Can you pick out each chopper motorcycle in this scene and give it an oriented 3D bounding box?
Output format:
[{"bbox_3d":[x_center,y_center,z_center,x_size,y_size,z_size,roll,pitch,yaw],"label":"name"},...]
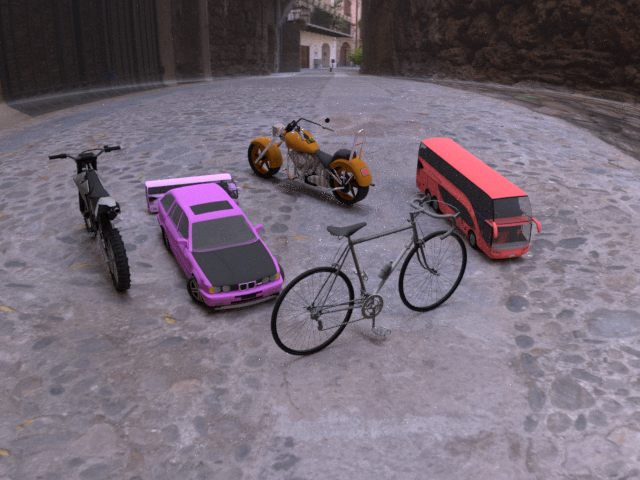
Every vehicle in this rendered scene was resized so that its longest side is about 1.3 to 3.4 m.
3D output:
[{"bbox_3d":[-0.268,-1.607,12.975,3.040,1.480,0.906,22,34,38],"label":"chopper motorcycle"}]

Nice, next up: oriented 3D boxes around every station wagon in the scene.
[{"bbox_3d":[-1.561,-0.048,10.380,1.327,0.920,3.105,-11,28,-21],"label":"station wagon"}]

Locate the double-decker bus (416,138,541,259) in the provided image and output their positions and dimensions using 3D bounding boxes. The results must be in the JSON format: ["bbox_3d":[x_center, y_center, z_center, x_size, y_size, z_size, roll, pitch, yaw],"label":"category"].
[{"bbox_3d":[2.499,-0.749,11.687,0.756,1.052,3.251,-6,26,-13],"label":"double-decker bus"}]

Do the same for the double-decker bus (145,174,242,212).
[{"bbox_3d":[-2.241,-0.837,12.457,1.672,0.541,0.389,-7,27,-15],"label":"double-decker bus"}]

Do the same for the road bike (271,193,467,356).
[{"bbox_3d":[0.707,0.408,8.587,3.004,1.656,0.696,-16,30,-29],"label":"road bike"}]

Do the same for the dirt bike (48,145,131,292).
[{"bbox_3d":[-3.294,-0.450,10.356,1.024,1.666,2.903,-13,28,-24],"label":"dirt bike"}]
